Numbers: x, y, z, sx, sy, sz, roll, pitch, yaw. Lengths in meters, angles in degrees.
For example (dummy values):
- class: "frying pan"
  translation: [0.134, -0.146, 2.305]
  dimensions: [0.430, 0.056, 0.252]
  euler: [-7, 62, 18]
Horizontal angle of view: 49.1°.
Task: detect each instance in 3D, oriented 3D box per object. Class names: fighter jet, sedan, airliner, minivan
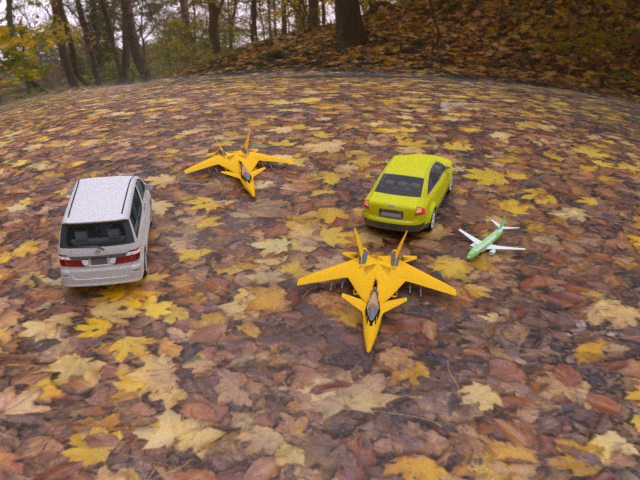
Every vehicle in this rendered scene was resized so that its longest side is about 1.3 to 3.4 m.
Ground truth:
- class: "fighter jet"
  translation: [-1.566, -1.520, 13.962]
  dimensions: [2.229, 0.557, 2.640]
  euler: [-7, 27, -14]
- class: "sedan"
  translation: [1.654, -1.039, 12.559]
  dimensions: [1.235, 0.940, 3.137]
  euler: [9, 28, 18]
- class: "airliner"
  translation: [2.669, -0.051, 11.137]
  dimensions: [1.161, 0.429, 1.307]
  euler: [20, 32, 34]
- class: "minivan"
  translation: [-3.276, -0.351, 10.879]
  dimensions: [1.324, 1.197, 3.011]
  euler: [-4, 27, -9]
- class: "fighter jet"
  translation: [0.759, 0.631, 9.615]
  dimensions: [2.229, 0.557, 2.640]
  euler: [3, 27, 7]
